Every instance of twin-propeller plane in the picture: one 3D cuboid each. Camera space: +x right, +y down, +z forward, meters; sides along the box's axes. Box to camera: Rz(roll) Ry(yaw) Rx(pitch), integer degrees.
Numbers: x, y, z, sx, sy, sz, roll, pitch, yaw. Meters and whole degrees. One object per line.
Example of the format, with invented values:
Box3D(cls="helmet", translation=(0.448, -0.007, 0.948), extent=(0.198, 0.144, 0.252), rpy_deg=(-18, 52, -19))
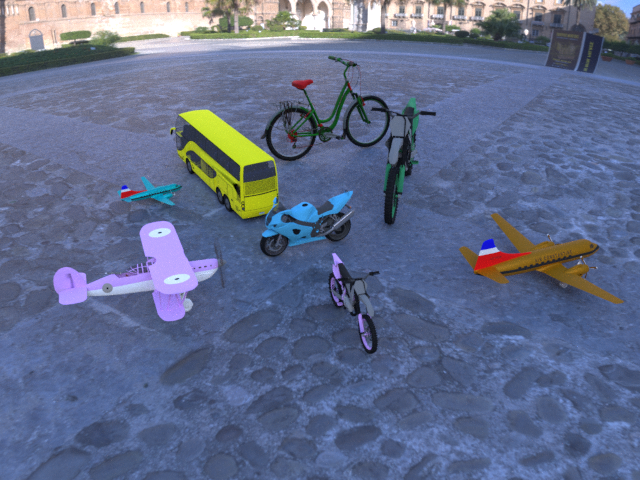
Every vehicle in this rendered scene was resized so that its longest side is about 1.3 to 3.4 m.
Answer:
Box3D(cls="twin-propeller plane", translation=(3.010, 0.173, 9.590), extent=(2.129, 0.792, 2.663), rpy_deg=(-12, 31, -20))
Box3D(cls="twin-propeller plane", translation=(-2.843, -0.843, 11.834), extent=(1.095, 0.407, 1.370), rpy_deg=(-18, 34, -29))

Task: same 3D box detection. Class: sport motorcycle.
Box3D(cls="sport motorcycle", translation=(-0.187, -0.249, 10.326), extent=(1.520, 0.821, 0.506), rpy_deg=(-14, 32, -24))

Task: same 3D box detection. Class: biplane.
Box3D(cls="biplane", translation=(-2.236, 0.461, 8.870), extent=(2.120, 0.981, 2.598), rpy_deg=(-9, 30, -16))

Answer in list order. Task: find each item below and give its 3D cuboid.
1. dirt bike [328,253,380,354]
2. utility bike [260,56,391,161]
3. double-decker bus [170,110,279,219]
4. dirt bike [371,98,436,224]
Box3D(cls="dirt bike", translation=(0.398, 0.705, 8.555), extent=(0.527, 0.857, 1.493), rpy_deg=(-10, 30, -17))
Box3D(cls="utility bike", translation=(0.107, -2.563, 13.475), extent=(2.791, 1.839, 1.039), rpy_deg=(-13, 31, -22))
Box3D(cls="double-decker bus", translation=(-1.717, -1.415, 12.206), extent=(0.756, 1.052, 3.251), rpy_deg=(-15, 32, -26))
Box3D(cls="dirt bike", translation=(1.387, -1.483, 11.691), extent=(1.024, 1.666, 2.903), rpy_deg=(7, 30, 12))
